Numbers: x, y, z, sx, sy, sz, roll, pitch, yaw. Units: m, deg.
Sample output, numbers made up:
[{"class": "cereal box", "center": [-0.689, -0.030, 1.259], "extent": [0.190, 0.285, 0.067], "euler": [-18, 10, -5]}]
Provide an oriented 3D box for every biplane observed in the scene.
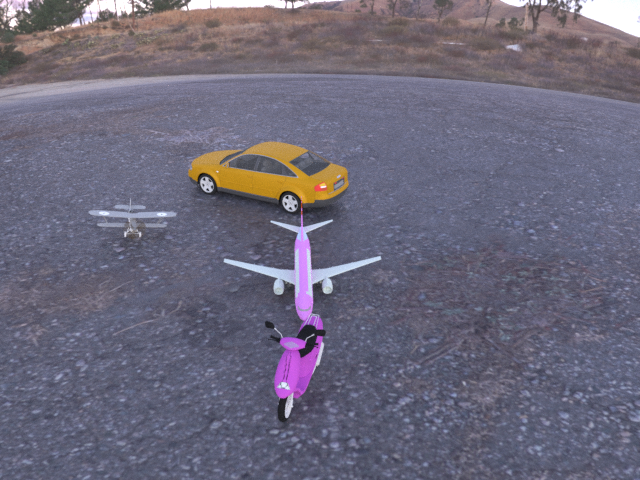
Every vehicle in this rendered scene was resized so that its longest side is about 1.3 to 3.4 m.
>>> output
[{"class": "biplane", "center": [-3.022, -0.363, 11.352], "extent": [1.336, 0.504, 1.090], "euler": [-8, 27, -16]}]

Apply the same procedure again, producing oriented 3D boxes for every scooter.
[{"class": "scooter", "center": [-0.217, 1.229, 7.572], "extent": [0.662, 0.919, 1.399], "euler": [7, 27, 14]}]

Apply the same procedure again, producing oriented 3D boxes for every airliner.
[{"class": "airliner", "center": [-0.238, 0.231, 9.740], "extent": [2.257, 0.835, 2.541], "euler": [-1, 26, -2]}]

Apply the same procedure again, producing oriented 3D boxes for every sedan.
[{"class": "sedan", "center": [-0.998, -1.275, 12.744], "extent": [3.137, 0.940, 1.235], "euler": [14, 29, 26]}]
